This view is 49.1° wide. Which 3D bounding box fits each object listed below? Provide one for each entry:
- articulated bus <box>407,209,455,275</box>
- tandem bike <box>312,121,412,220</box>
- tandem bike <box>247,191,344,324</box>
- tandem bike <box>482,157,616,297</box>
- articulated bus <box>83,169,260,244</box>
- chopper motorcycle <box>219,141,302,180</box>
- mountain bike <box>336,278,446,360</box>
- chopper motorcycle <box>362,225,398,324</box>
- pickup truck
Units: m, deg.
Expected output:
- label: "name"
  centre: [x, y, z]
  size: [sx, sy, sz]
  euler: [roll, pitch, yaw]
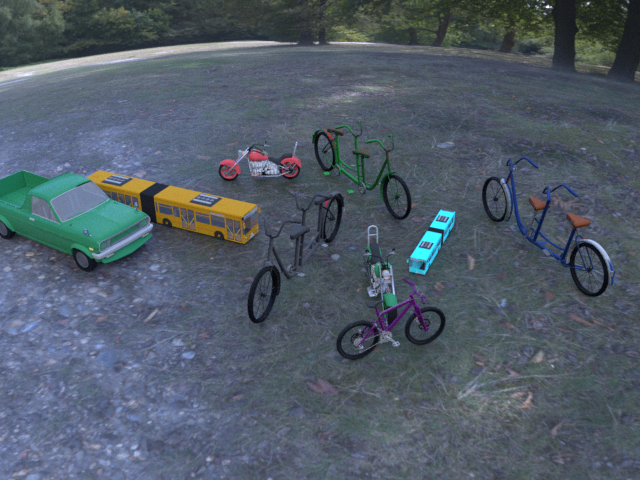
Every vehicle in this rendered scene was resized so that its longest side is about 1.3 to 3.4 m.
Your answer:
- label: "articulated bus"
  centre: [1.775, 0.004, 10.994]
  size: [0.311, 0.289, 1.749]
  euler: [12, 32, 21]
- label: "tandem bike"
  centre: [0.679, -1.462, 12.527]
  size: [0.550, 1.326, 3.192]
  euler: [-16, 33, -26]
- label: "tandem bike"
  centre: [-0.265, -0.056, 10.049]
  size: [0.550, 1.326, 3.192]
  euler: [12, 32, 20]
- label: "tandem bike"
  centre: [3.352, -0.350, 10.568]
  size: [0.550, 1.326, 3.192]
  euler: [-10, 31, -18]
- label: "articulated bus"
  centre: [-2.586, -0.590, 11.765]
  size: [3.401, 0.561, 0.605]
  euler: [13, 32, 22]
- label: "chopper motorcycle"
  centre: [-1.128, -1.480, 13.132]
  size: [1.563, 0.761, 0.466]
  euler: [0, 30, 0]
- label: "mountain bike"
  centre: [0.896, 1.021, 8.615]
  size: [1.469, 0.868, 0.573]
  euler: [-10, 31, -16]
- label: "chopper motorcycle"
  centre: [0.848, 0.462, 9.709]
  size: [0.466, 0.761, 1.563]
  euler: [-4, 30, -6]
- label: "pickup truck"
  centre: [-4.164, -0.493, 11.157]
  size: [3.117, 0.993, 1.244]
  euler: [17, 34, 27]
